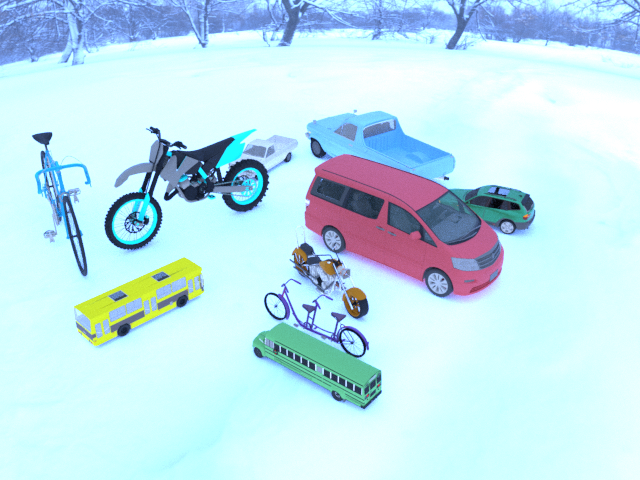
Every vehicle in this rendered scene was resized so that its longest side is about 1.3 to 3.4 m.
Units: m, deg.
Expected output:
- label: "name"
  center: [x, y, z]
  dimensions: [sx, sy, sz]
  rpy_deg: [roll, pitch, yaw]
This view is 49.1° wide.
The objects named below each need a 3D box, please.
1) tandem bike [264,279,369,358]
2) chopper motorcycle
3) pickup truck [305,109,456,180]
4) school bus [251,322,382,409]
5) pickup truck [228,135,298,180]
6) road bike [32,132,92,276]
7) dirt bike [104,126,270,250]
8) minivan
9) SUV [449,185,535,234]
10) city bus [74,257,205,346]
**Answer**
- label: "tandem bike"
  center: [-0.078, 0.920, 8.547]
  dimensions: [1.642, 0.682, 0.283]
  rpy_deg: [21, 36, 32]
- label: "chopper motorcycle"
  center: [0.113, 0.417, 9.351]
  dimensions: [0.466, 0.761, 1.563]
  rpy_deg: [-20, 35, -31]
- label: "pickup truck"
  center: [1.037, -1.784, 12.984]
  dimensions: [1.244, 0.993, 3.117]
  rpy_deg: [-20, 35, -31]
- label: "school bus"
  center: [-0.088, 1.373, 8.001]
  dimensions: [1.708, 0.434, 0.365]
  rpy_deg: [22, 36, 33]
- label: "pickup truck"
  center: [-1.055, -1.634, 13.207]
  dimensions: [0.640, 0.511, 1.603]
  rpy_deg: [16, 33, 26]
- label: "road bike"
  center: [-3.860, -0.670, 10.356]
  dimensions: [0.696, 1.656, 3.004]
  rpy_deg: [-15, 33, -24]
- label: "dirt bike"
  center: [-1.986, -0.906, 10.760]
  dimensions: [2.903, 1.666, 1.024]
  rpy_deg: [-22, 36, -34]
- label: "minivan"
  center: [1.195, -0.273, 10.123]
  dimensions: [3.011, 1.197, 1.324]
  rpy_deg: [23, 37, 34]
- label: "SUV"
  center: [2.665, -0.576, 11.279]
  dimensions: [1.572, 0.580, 0.656]
  rpy_deg: [15, 33, 24]
- label: "city bus"
  center: [-2.283, 0.782, 9.013]
  dimensions: [0.476, 0.460, 1.674]
  rpy_deg: [26, 39, 38]
